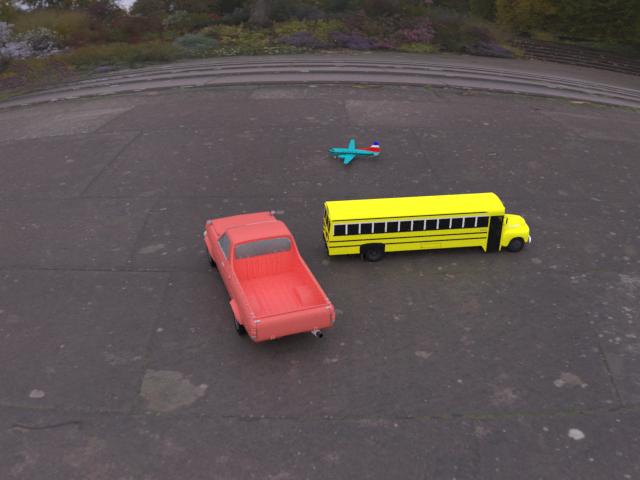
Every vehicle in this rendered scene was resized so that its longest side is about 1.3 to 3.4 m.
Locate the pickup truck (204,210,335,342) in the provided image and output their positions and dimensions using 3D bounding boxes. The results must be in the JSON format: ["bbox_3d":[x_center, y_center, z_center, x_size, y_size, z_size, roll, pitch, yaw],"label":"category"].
[{"bbox_3d":[-0.816,0.356,9.921,1.244,0.993,3.117,-9,30,-17],"label":"pickup truck"}]

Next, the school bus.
[{"bbox_3d":[1.728,-0.234,11.154,3.322,0.844,0.709,-3,29,-6],"label":"school bus"}]

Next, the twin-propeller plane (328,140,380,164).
[{"bbox_3d":[0.705,-1.879,14.621,1.095,0.407,1.370,4,29,7],"label":"twin-propeller plane"}]
